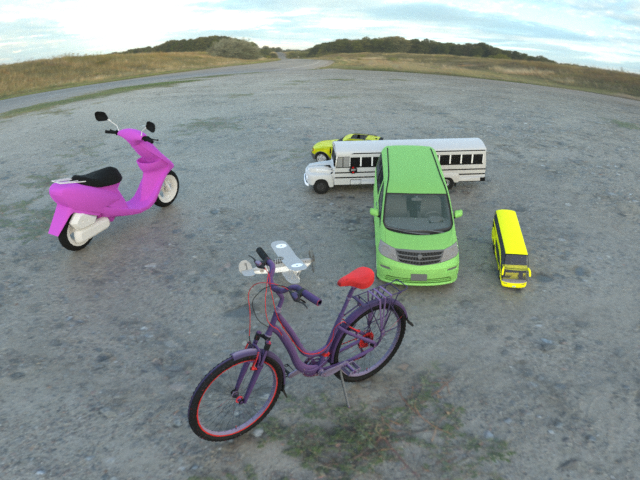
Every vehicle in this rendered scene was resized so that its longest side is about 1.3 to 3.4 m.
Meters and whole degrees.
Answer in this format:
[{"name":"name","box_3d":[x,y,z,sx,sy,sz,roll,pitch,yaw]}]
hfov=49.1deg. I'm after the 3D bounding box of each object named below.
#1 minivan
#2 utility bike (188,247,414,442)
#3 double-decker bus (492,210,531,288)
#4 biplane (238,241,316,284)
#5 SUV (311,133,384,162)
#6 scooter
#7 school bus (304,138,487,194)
[{"name":"minivan","box_3d":[1.402,-0.442,10.630,1.324,1.197,3.011,1,26,2]},{"name":"utility bike","box_3d":[-0.030,0.993,7.015,2.791,1.839,1.039,-17,31,-31]},{"name":"double-decker bus","box_3d":[2.768,0.121,10.234,0.389,0.541,1.672,3,27,7]},{"name":"biplane","box_3d":[-0.599,0.358,9.797,1.090,0.504,1.336,-8,27,-15]},{"name":"SUV","box_3d":[0.609,-1.840,14.142,1.572,0.580,0.656,8,27,15]},{"name":"scooter","box_3d":[-3.225,-1.013,11.117,1.288,1.786,2.721,15,30,28]},{"name":"school bus","box_3d":[1.363,-1.401,12.960,3.322,0.844,0.709,-2,26,-4]}]
